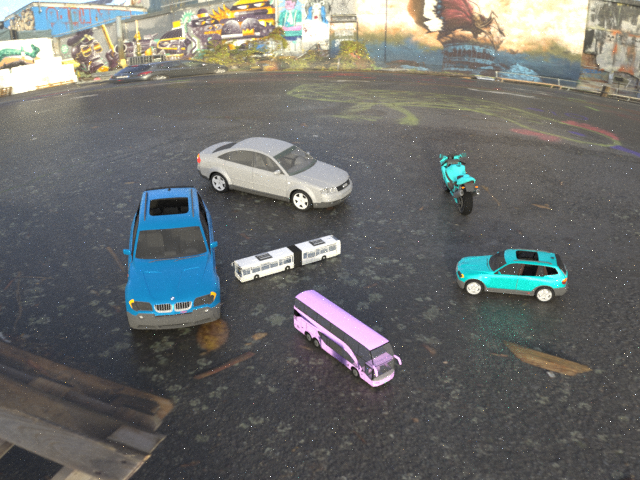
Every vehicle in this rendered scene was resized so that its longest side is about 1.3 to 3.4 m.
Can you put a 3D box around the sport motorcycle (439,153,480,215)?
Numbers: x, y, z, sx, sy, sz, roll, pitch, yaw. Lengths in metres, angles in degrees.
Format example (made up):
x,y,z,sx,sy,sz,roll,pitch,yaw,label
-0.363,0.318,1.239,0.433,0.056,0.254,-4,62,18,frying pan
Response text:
x,y,z,sx,sy,sz,roll,pitch,yaw,label
2.502,-1.052,12.736,0.506,0.821,1.520,-3,27,-7,sport motorcycle

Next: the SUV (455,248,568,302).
x,y,z,sx,sy,sz,roll,pitch,yaw,label
2.740,0.447,10.028,1.572,0.580,0.656,5,27,10,SUV

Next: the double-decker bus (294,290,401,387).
x,y,z,sx,sy,sz,roll,pitch,yaw,label
0.282,1.193,8.590,0.389,0.541,1.672,-19,32,-33,double-decker bus

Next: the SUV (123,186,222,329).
x,y,z,sx,sy,sz,roll,pitch,yaw,label
-2.111,0.148,10.012,1.276,1.128,3.058,-5,27,-10,SUV

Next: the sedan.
x,y,z,sx,sy,sz,roll,pitch,yaw,label
-0.875,-1.355,13.206,3.137,0.940,1.235,14,30,26,sedan

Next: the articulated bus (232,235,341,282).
x,y,z,sx,sy,sz,roll,pitch,yaw,label
-0.484,0.272,10.699,1.749,0.289,0.311,-15,30,-27,articulated bus
